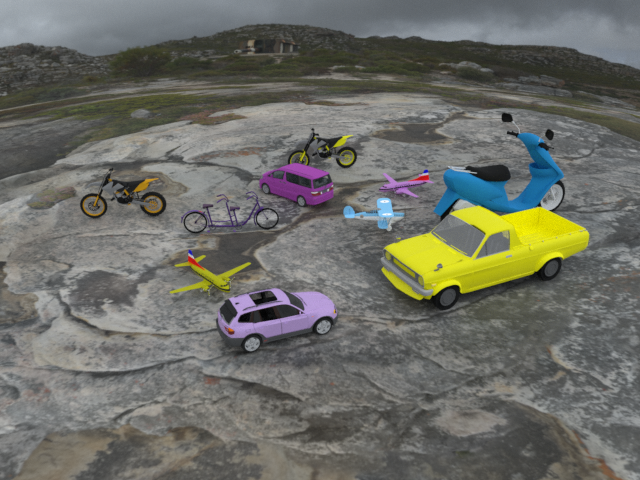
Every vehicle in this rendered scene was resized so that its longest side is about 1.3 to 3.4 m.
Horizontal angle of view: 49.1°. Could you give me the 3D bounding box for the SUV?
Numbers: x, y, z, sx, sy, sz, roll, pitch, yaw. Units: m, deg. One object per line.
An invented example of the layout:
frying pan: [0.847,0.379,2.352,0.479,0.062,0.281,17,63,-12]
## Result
SUV: [-0.543,0.937,8.985,1.572,0.580,0.656,-11,28,-22]

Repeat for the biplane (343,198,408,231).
biplane: [0.944,-0.426,11.924,1.090,0.504,1.336,1,26,2]

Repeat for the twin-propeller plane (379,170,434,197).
twin-propeller plane: [1.624,-1.102,13.451,1.095,0.407,1.370,-10,27,-20]

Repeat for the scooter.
scooter: [3.154,-1.103,11.855,2.721,1.786,1.288,-11,28,-22]

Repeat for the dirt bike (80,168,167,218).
dirt bike: [-3.471,-0.792,12.280,1.493,0.857,0.527,-3,26,-5]

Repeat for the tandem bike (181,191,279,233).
tandem bike: [-1.514,-0.454,11.777,1.642,0.682,0.283,-3,26,-6]

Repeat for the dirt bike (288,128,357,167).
dirt bike: [0.060,-1.854,14.502,1.493,0.857,0.527,-7,26,-13]

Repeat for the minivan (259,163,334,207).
minivan: [-0.476,-1.104,13.214,1.548,0.616,0.681,21,33,37]

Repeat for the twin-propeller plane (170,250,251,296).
twin-propeller plane: [-1.625,0.478,10.146,1.370,0.407,1.095,-21,32,-36]

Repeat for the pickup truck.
pickup truck: [2.457,0.079,10.303,3.117,0.993,1.244,-12,28,-24]
